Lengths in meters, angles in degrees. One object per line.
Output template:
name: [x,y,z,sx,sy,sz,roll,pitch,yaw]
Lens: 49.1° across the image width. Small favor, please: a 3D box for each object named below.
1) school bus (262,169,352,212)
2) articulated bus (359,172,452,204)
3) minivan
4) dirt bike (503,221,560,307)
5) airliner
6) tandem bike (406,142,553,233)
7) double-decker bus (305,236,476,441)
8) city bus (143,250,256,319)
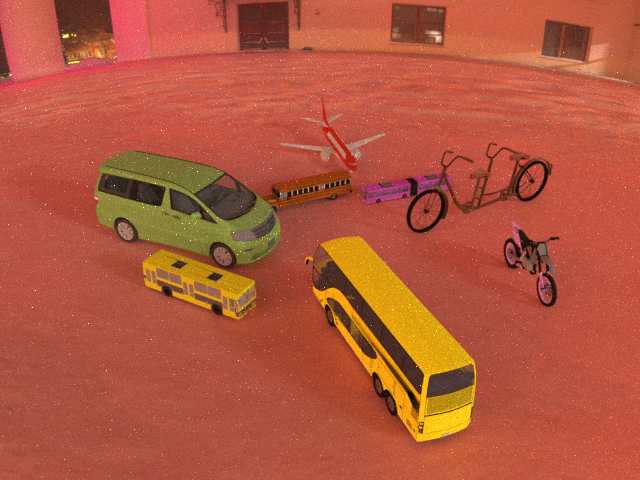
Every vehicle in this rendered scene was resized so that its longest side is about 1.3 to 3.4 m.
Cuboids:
school bus: [-0.253,-0.870,12.416,1.708,0.434,0.365,-14,32,-23]
articulated bus: [1.561,-0.948,12.703,1.749,0.289,0.311,-11,31,-18]
minivan: [-2.093,-0.545,11.066,3.011,1.197,1.324,13,32,22]
dirt bike: [3.006,0.275,9.958,0.527,0.857,1.493,-6,30,-11]
airliner: [0.353,-2.137,14.254,2.257,0.835,2.541,-7,30,-13]
tandem bike: [2.763,-0.996,11.733,3.192,1.326,0.550,-16,33,-26]
double-decker bus: [0.736,0.999,8.478,0.756,1.052,3.251,-11,31,-19]
city bus: [-1.689,0.623,9.746,1.674,0.460,0.476,16,33,26]
